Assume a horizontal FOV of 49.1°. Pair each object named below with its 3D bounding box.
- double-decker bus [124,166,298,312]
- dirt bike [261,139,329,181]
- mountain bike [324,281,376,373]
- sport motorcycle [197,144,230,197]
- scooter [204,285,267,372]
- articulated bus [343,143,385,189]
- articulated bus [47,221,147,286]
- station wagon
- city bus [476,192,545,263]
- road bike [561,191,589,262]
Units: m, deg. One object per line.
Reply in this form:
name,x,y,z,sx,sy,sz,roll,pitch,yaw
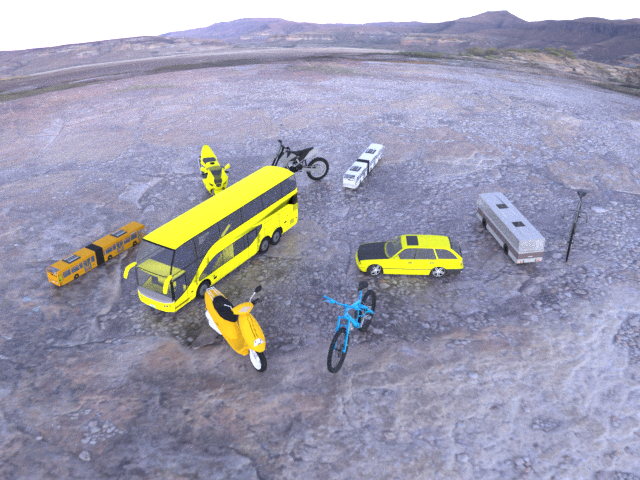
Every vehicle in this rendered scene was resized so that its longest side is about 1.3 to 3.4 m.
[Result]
double-decker bus,-1.460,-0.074,10.421,0.756,1.052,3.251,17,33,27
dirt bike,-0.506,-1.412,12.997,1.493,0.857,0.527,-13,32,-21
mountain bike,0.413,0.993,8.714,0.573,0.868,1.469,13,32,22
sport motorcycle,-1.903,-1.101,12.482,0.506,0.821,1.520,-8,30,-14
scooter,-1.069,0.977,8.690,0.662,0.919,1.399,-20,35,-32
articulated bus,0.859,-1.460,13.662,0.311,0.289,1.749,11,31,19
articulated bus,-3.382,0.185,10.740,0.311,0.289,1.749,17,34,28
station wagon,1.334,0.206,10.514,1.597,0.473,0.682,1,29,2
city bus,3.023,-0.201,11.251,0.476,0.460,1.674,-5,30,-9
road bike,4.014,-0.284,10.999,0.358,0.852,1.545,12,32,21
